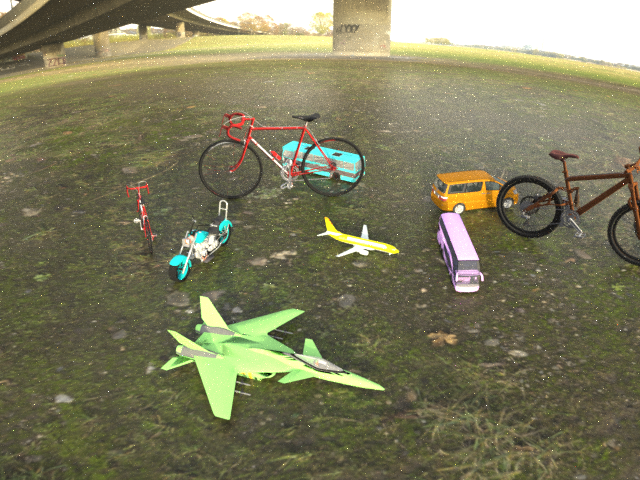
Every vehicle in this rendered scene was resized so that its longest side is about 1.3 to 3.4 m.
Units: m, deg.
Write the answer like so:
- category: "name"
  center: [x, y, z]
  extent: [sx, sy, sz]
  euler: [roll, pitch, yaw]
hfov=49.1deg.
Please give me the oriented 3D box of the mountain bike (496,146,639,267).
- category: "mountain bike"
  center: [4.138, -0.573, 10.784]
  extent: [2.857, 1.688, 1.114]
  euler: [16, 33, 28]

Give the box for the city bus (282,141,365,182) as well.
- category: "city bus"
  center: [0.060, -1.539, 13.853]
  extent: [1.674, 0.460, 0.476]
  euler: [16, 32, 27]

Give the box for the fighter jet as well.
- category: "fighter jet"
  center: [-0.488, 1.354, 8.415]
  extent: [2.640, 0.557, 2.229]
  euler: [10, 30, 18]

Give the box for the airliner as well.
- category: "airliner"
  center: [0.645, -0.053, 11.143]
  extent: [1.307, 0.429, 1.161]
  euler: [13, 31, 22]

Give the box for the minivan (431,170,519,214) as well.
- category: "minivan"
  center: [2.790, -0.897, 12.507]
  extent: [1.548, 0.616, 0.681]
  euler: [-7, 29, -12]

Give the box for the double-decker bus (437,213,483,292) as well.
- category: "double-decker bus"
  center: [2.089, 0.184, 10.590]
  extent: [0.389, 0.541, 1.672]
  euler: [-1, 28, -1]

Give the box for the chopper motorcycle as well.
- category: "chopper motorcycle"
  center: [-1.819, 0.007, 10.686]
  extent: [0.466, 0.761, 1.563]
  euler: [13, 31, 22]

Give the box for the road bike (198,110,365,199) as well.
- category: "road bike"
  center: [-0.685, -1.510, 12.545]
  extent: [3.004, 1.656, 0.697]
  euler: [-2, 28, -3]

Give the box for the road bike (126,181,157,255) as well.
- category: "road bike"
  center: [-2.855, -0.386, 11.316]
  extent: [0.358, 0.852, 1.545]
  euler: [-10, 30, -18]
